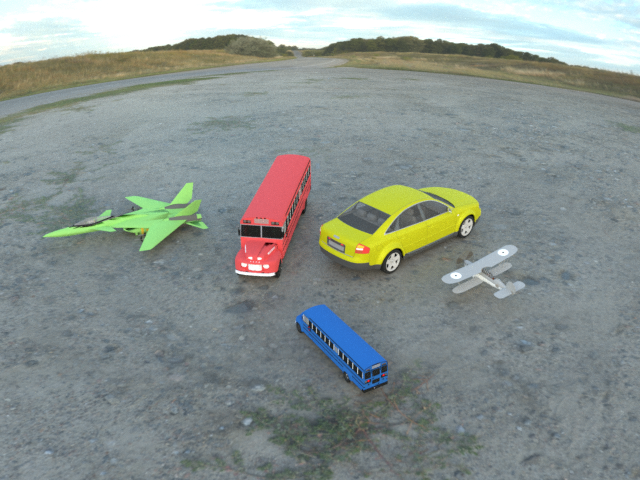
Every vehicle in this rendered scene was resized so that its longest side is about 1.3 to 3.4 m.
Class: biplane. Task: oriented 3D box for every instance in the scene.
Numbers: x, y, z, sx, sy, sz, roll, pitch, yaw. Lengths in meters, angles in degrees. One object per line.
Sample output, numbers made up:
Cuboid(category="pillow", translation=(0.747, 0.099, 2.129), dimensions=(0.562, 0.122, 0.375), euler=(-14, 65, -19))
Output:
Cuboid(category="biplane", translation=(2.400, 0.536, 10.066), dimensions=(1.336, 0.504, 1.090), euler=(-15, 31, -27))

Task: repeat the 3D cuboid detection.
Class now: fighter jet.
Cuboid(category="fighter jet", translation=(-3.321, -0.409, 11.840), dimensions=(2.640, 0.557, 2.229), euler=(-9, 29, -17))

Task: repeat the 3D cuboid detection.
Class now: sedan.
Cuboid(category="sedan", translation=(1.382, -0.370, 11.347), dimensions=(3.137, 0.940, 1.235), euler=(-22, 34, -36))

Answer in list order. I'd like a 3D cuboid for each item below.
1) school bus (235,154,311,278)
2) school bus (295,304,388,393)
Cuboid(category="school bus", translation=(-0.725, -0.464, 11.633), dimensions=(0.709, 0.844, 3.322), euler=(4, 28, 7))
Cuboid(category="school bus", translation=(0.218, 1.272, 8.719), dimensions=(0.365, 0.434, 1.708), euler=(-15, 31, -27))
